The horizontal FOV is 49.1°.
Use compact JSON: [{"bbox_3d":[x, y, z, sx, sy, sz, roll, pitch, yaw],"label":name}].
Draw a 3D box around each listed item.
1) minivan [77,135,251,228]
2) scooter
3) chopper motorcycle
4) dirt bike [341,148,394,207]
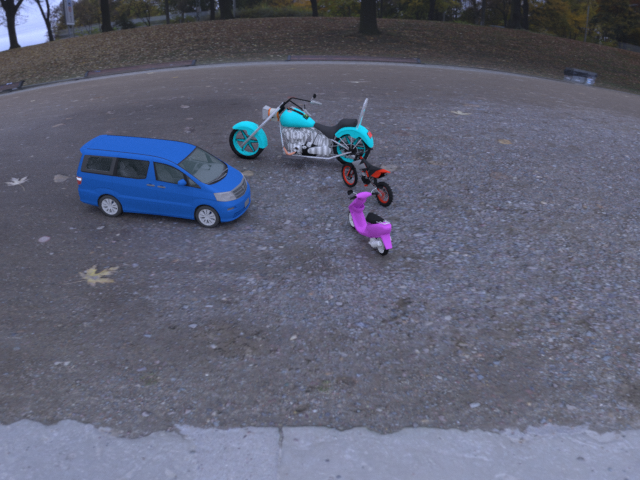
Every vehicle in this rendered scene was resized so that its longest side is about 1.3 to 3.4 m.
[{"bbox_3d":[-2.744,-1.093,12.411,3.011,1.197,1.324,6,29,12],"label":"minivan"},{"bbox_3d":[0.801,-0.381,11.397,0.662,0.919,1.399,-12,31,-21],"label":"scooter"},{"bbox_3d":[-0.406,-2.266,14.265,3.040,1.480,0.906,7,29,13],"label":"chopper motorcycle"},{"bbox_3d":[0.856,-1.205,12.971,0.527,0.857,1.493,-19,34,-30],"label":"dirt bike"}]
